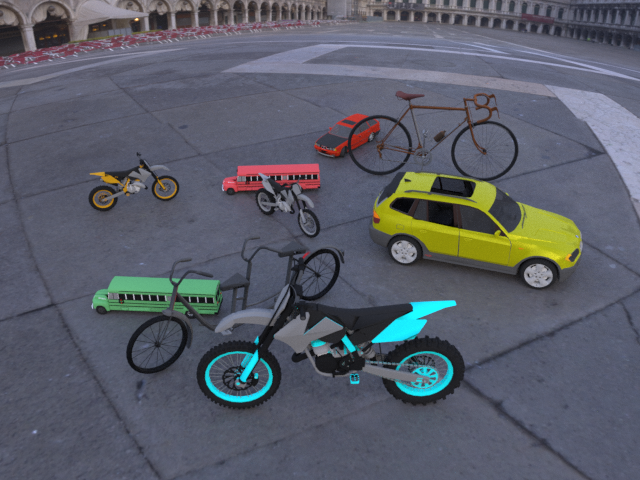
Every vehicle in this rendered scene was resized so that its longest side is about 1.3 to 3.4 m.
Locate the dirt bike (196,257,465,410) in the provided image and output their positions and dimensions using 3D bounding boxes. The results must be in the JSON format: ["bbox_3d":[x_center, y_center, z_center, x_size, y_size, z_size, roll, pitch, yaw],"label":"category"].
[{"bbox_3d":[0.124,1.134,7.378,2.903,1.666,1.024,-1,31,-2],"label":"dirt bike"}]

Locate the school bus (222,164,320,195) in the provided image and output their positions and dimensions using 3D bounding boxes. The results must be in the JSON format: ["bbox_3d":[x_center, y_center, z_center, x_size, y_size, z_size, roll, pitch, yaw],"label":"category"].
[{"bbox_3d":[-0.854,-1.070,12.229,1.708,0.434,0.365,-2,31,-3],"label":"school bus"}]

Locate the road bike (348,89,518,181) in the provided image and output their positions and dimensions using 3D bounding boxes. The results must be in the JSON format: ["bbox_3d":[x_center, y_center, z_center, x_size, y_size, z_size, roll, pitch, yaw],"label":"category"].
[{"bbox_3d":[1.984,-1.837,12.318,3.004,1.656,0.697,4,31,7],"label":"road bike"}]

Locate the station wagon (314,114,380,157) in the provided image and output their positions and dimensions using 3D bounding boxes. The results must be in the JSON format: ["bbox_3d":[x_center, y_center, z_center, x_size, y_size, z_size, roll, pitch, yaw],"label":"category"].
[{"bbox_3d":[0.549,-2.115,13.926,0.682,0.473,1.597,22,37,31],"label":"station wagon"}]

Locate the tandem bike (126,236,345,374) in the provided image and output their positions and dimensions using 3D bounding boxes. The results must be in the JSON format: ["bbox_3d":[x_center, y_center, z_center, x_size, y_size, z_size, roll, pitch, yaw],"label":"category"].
[{"bbox_3d":[-0.924,0.597,8.600,3.192,1.326,0.550,-22,38,-32],"label":"tandem bike"}]

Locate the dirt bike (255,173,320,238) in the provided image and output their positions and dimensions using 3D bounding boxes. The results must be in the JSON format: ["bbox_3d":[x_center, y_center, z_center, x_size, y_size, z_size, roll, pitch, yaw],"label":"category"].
[{"bbox_3d":[-0.526,-0.611,11.058,0.527,0.857,1.493,-27,40,-37],"label":"dirt bike"}]

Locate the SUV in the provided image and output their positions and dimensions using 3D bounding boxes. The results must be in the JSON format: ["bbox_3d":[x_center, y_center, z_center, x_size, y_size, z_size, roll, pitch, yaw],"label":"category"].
[{"bbox_3d":[2.247,-0.243,10.185,3.058,1.128,1.276,10,33,16],"label":"SUV"}]

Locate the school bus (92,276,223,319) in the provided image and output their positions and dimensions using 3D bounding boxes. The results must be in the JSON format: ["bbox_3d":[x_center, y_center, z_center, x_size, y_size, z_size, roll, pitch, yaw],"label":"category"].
[{"bbox_3d":[-2.160,0.741,9.224,1.708,0.434,0.365,2,31,3],"label":"school bus"}]

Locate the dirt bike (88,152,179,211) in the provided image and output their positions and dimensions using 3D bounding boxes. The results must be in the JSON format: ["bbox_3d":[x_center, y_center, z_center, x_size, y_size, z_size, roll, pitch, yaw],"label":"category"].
[{"bbox_3d":[-3.101,-0.950,11.622,1.493,0.857,0.527,-11,33,-17],"label":"dirt bike"}]
